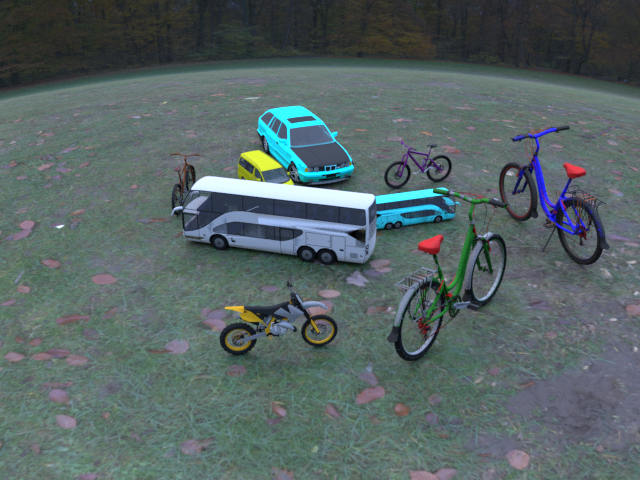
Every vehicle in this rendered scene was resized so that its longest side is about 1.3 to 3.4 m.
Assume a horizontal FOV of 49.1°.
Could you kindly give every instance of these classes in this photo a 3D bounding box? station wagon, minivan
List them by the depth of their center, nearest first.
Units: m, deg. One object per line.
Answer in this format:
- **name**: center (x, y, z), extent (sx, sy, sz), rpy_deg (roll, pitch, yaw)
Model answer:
- **minivan**: center (-1.011, -1.183, 13.260), extent (0.681, 0.616, 1.548), rpy_deg (-15, 31, -27)
- **station wagon**: center (-0.356, -2.069, 14.644), extent (1.327, 0.920, 3.105), rpy_deg (-10, 29, -19)

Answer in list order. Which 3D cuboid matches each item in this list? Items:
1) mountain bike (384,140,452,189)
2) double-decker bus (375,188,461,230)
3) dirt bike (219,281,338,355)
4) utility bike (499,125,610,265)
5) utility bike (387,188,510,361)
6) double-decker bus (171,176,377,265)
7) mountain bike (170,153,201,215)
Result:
- **mountain bike**: center (1.913, -1.464, 13.528), extent (1.469, 0.868, 0.573), rpy_deg (-10, 29, -19)
- **double-decker bus**: center (1.593, -0.546, 12.106), extent (1.672, 0.541, 0.389), rpy_deg (-8, 28, -16)
- **dirt bike**: center (-0.514, 1.018, 8.729), extent (1.493, 0.857, 0.527), rpy_deg (-4, 28, -8)
- **utility bike**: center (3.610, -0.790, 11.163), extent (1.039, 1.839, 2.791), rpy_deg (-10, 29, -18)
- **utility bike**: center (1.652, 0.334, 8.983), extent (1.039, 1.839, 2.791), rpy_deg (22, 34, 36)
- **double-decker bus**: center (-0.723, -0.337, 11.144), extent (3.251, 1.052, 0.756), rpy_deg (7, 28, 14)
- **mountain bike**: center (-2.485, -1.066, 12.756), extent (0.573, 0.868, 1.469), rpy_deg (2, 27, 5)
